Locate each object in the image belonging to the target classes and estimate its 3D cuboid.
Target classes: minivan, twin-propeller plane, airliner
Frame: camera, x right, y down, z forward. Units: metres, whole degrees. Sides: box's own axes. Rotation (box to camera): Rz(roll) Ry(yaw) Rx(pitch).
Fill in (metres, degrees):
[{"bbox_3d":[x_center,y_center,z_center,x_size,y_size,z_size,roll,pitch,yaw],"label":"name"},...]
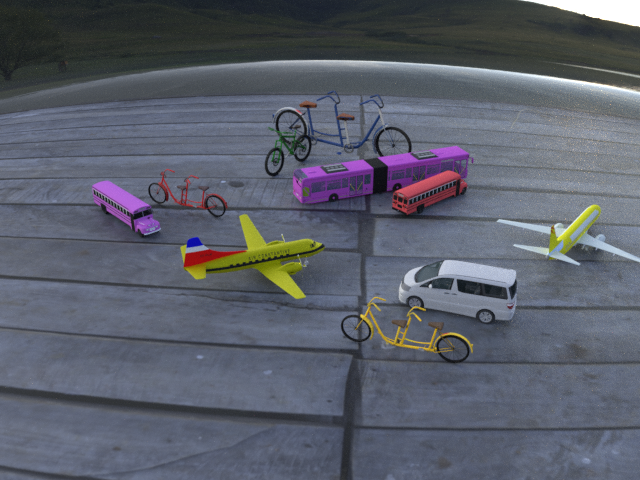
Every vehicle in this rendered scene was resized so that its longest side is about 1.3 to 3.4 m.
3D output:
[{"bbox_3d":[1.839,0.628,9.359,1.548,0.616,0.681,10,30,18],"label":"minivan"},{"bbox_3d":[-0.910,0.159,10.052,2.129,0.792,2.663,-11,30,-19],"label":"twin-propeller plane"},{"bbox_3d":[3.948,-0.270,10.813,2.257,0.835,2.541,19,34,32],"label":"airliner"}]

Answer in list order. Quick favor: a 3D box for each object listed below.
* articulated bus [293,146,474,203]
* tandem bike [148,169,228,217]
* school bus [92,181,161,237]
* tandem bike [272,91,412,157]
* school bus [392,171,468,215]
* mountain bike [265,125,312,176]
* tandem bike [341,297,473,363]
[{"bbox_3d":[1.183,-1.209,12.865,3.401,0.561,0.605,-10,30,-19],"label":"articulated bus"},{"bbox_3d":[-2.295,-0.817,12.001,1.642,0.682,0.283,13,31,22],"label":"tandem bike"},{"bbox_3d":[-3.252,-0.534,11.733,0.365,0.434,1.708,-23,36,-37],"label":"school bus"},{"bbox_3d":[0.391,-2.375,14.242,3.192,1.326,0.550,14,31,25],"label":"tandem bike"},{"bbox_3d":[1.981,-0.857,12.340,1.708,0.434,0.365,-23,35,-36],"label":"school bus"},{"bbox_3d":[-0.610,-1.808,13.664,0.573,0.868,1.469,18,33,30],"label":"mountain bike"},{"bbox_3d":[1.031,1.079,8.443,1.642,0.682,0.283,10,30,18],"label":"tandem bike"}]
